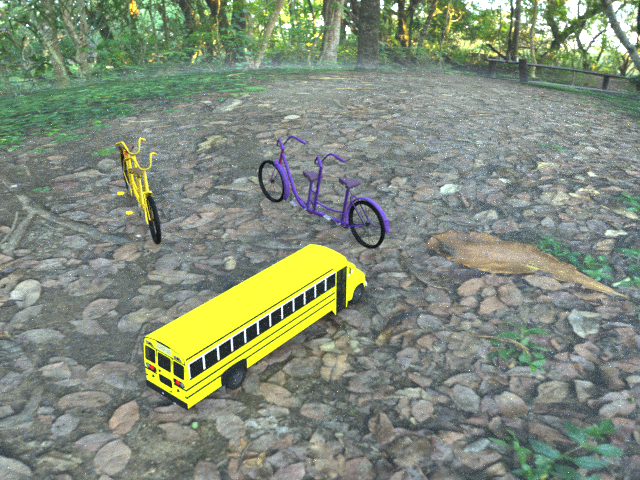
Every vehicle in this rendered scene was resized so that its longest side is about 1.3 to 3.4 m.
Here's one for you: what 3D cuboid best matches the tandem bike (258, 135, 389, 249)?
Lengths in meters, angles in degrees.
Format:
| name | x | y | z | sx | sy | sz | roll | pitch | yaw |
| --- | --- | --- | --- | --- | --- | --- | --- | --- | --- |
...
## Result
| name | x | y | z | sx | sy | sz | roll | pitch | yaw |
| --- | --- | --- | --- | --- | --- | --- | --- | --- | --- |
| tandem bike | -0.044 | -0.863 | 11.362 | 0.550 | 1.326 | 3.192 | -22 | 34 | -36 |

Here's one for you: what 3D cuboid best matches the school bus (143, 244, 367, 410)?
| name | x | y | z | sx | sy | sz | roll | pitch | yaw |
| --- | --- | --- | --- | --- | --- | --- | --- | --- | --- |
| school bus | -0.594 | 0.861 | 8.448 | 0.709 | 0.844 | 3.322 | 20 | 33 | 34 |

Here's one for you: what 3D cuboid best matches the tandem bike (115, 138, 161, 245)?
| name | x | y | z | sx | sy | sz | roll | pitch | yaw |
| --- | --- | --- | --- | --- | --- | --- | --- | --- | --- |
| tandem bike | -3.064 | -1.044 | 11.726 | 0.550 | 1.326 | 3.192 | -11 | 29 | -21 |
